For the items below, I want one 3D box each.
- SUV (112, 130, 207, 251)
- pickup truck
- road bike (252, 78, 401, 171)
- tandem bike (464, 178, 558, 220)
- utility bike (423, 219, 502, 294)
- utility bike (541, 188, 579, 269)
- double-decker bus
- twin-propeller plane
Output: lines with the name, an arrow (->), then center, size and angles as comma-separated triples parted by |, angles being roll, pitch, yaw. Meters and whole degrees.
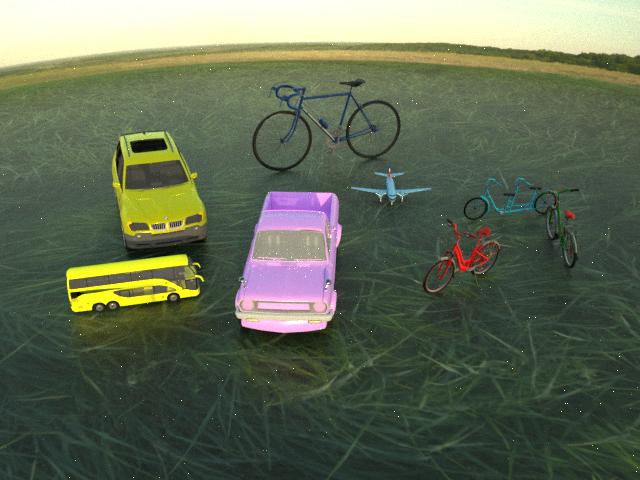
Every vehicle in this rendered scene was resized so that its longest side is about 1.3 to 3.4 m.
SUV -> -2.623, -0.878, 11.103 | 1.276, 1.128, 3.058 | -9, 29, -16
pickup truck -> -0.349, 0.084, 9.385 | 1.244, 0.993, 3.117 | 1, 27, 3
road bike -> 0.172, -2.190, 13.070 | 3.004, 1.656, 0.696 | -10, 29, -19
tandem bike -> 3.086, -0.675, 11.196 | 1.642, 0.682, 0.283 | -5, 28, -10
utility bike -> 1.950, 0.197, 9.217 | 1.435, 0.946, 0.535 | -18, 32, -30
utility bike -> 3.432, -0.231, 10.047 | 0.535, 0.946, 1.435 | 0, 27, 0
double-decker bus -> -2.352, 0.547, 8.980 | 1.672, 0.541, 0.389 | -7, 28, -13
twin-propeller plane -> 1.218, -0.957, 12.041 | 1.370, 0.407, 1.095 | 1, 27, 1
